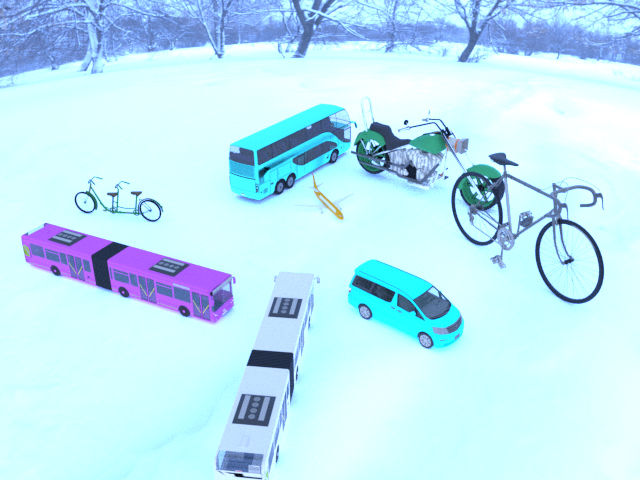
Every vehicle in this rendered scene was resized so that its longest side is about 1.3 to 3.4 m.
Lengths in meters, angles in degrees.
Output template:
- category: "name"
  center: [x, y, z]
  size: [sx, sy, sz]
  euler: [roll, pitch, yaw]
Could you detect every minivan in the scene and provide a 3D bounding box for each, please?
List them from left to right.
- category: "minivan"
  center: [1.096, 0.794, 8.914]
  size: [1.548, 0.616, 0.681]
  euler: [23, 36, 36]

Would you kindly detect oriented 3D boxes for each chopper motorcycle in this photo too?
- category: "chopper motorcycle"
  center: [1.868, -1.556, 12.388]
  size: [3.040, 1.480, 0.906]
  euler: [21, 35, 34]

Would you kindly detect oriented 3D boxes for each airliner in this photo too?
- category: "airliner"
  center: [0.119, -0.726, 11.951]
  size: [1.161, 0.429, 1.307]
  euler: [-12, 30, -21]

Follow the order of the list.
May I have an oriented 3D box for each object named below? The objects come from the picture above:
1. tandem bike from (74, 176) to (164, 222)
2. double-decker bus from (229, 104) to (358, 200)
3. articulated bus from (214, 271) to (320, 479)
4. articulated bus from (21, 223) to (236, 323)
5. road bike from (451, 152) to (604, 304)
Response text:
- category: "tandem bike"
  center: [-3.359, -0.677, 11.591]
  size: [1.642, 0.682, 0.283]
  euler: [7, 29, 13]
- category: "double-decker bus"
  center: [-0.451, -1.739, 13.184]
  size: [0.756, 1.052, 3.251]
  euler: [17, 33, 29]
- category: "articulated bus"
  center: [-0.511, 1.414, 7.812]
  size: [0.605, 0.561, 3.401]
  euler: [3, 28, 6]
- category: "articulated bus"
  center: [-2.714, 0.409, 9.690]
  size: [3.401, 0.561, 0.605]
  euler: [14, 31, 24]
- category: "road bike"
  center: [2.836, -0.312, 9.877]
  size: [0.697, 1.656, 3.004]
  euler: [-15, 32, -25]
